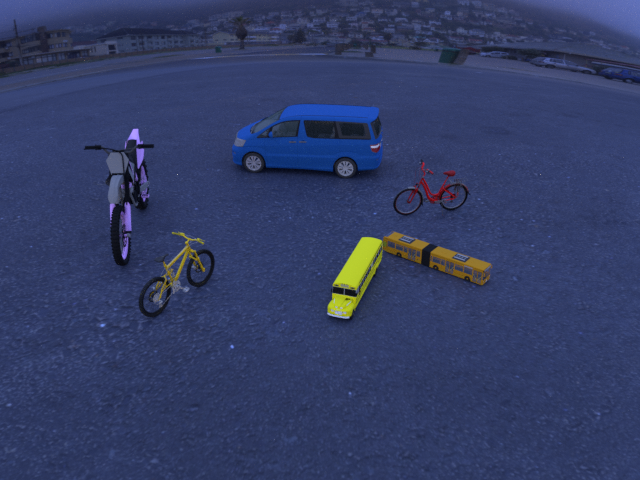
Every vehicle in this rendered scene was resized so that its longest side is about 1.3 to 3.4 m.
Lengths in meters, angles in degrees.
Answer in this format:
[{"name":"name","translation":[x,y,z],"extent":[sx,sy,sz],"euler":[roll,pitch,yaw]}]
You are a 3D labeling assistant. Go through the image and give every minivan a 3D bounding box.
[{"name":"minivan","translation":[-0.258,-2.042,13.941],"extent":[3.011,1.197,1.324],"euler":[4,28,8]}]

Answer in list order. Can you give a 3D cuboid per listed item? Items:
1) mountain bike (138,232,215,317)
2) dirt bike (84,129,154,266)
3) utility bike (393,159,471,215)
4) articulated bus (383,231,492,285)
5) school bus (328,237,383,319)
[{"name":"mountain bike","translation":[-1.952,0.446,9.617],"extent":[0.573,0.868,1.469],"euler":[17,32,29]},{"name":"dirt bike","translation":[-3.054,-0.856,11.213],"extent":[1.024,1.666,2.903],"euler":[-2,28,-4]},{"name":"utility bike","translation":[1.963,-0.866,11.999],"extent":[1.435,0.946,0.535],"euler":[-7,29,-13]},{"name":"articulated bus","translation":[1.745,0.260,10.583],"extent":[1.749,0.289,0.311],"euler":[20,34,33]},{"name":"school bus","translation":[0.512,0.525,9.931],"extent":[0.365,0.434,1.708],"euler":[9,29,17]}]
